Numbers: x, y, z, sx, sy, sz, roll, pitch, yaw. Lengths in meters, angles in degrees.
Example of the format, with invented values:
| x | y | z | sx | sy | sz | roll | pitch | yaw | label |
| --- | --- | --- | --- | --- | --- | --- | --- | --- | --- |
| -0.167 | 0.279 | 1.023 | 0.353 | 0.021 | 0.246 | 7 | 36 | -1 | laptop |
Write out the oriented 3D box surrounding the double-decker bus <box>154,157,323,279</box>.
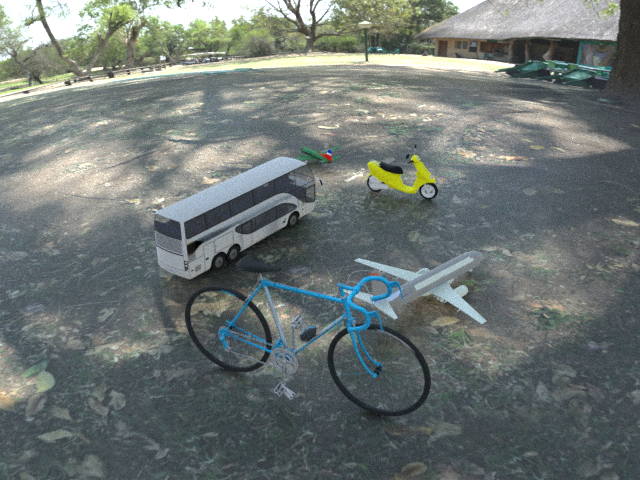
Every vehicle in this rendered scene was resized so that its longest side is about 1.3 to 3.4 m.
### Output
| x | y | z | sx | sy | sz | roll | pitch | yaw | label |
| --- | --- | --- | --- | --- | --- | --- | --- | --- | --- |
| -1.201 | -0.453 | 11.105 | 0.756 | 1.052 | 3.251 | 19 | 33 | 32 | double-decker bus |

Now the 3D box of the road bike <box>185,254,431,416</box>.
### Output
| x | y | z | sx | sy | sz | roll | pitch | yaw | label |
| --- | --- | --- | --- | --- | --- | --- | --- | --- | --- |
| -0.230 | 0.992 | 7.640 | 3.004 | 1.656 | 0.696 | 12 | 29 | 22 | road bike |

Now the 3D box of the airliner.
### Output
| x | y | z | sx | sy | sz | roll | pitch | yaw | label |
| --- | --- | --- | --- | --- | --- | --- | --- | --- | --- |
| 1.518 | 0.410 | 9.667 | 2.541 | 0.835 | 2.257 | -23 | 35 | -37 | airliner |

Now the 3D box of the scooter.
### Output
| x | y | z | sx | sy | sz | roll | pitch | yaw | label |
| --- | --- | --- | --- | --- | --- | --- | --- | --- | --- |
| 1.485 | -1.243 | 12.784 | 1.399 | 0.919 | 0.662 | 10 | 29 | 18 | scooter |

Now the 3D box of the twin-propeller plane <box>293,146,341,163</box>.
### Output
| x | y | z | sx | sy | sz | roll | pitch | yaw | label |
| --- | --- | --- | --- | --- | --- | --- | --- | --- | --- |
| -0.080 | -1.791 | 14.407 | 1.370 | 0.407 | 1.095 | -18 | 32 | -31 | twin-propeller plane |
